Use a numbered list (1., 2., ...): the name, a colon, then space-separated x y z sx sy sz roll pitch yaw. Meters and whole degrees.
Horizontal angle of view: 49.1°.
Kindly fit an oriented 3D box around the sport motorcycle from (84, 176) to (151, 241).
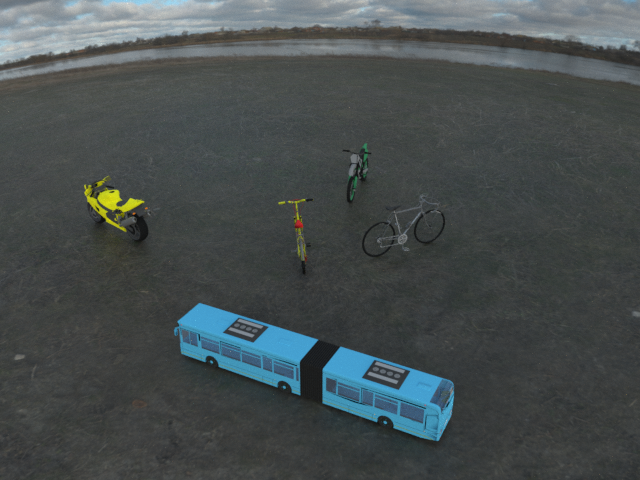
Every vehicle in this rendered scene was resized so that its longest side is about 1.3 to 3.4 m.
1. sport motorcycle: -3.351 -0.504 11.481 1.520 0.821 0.506 21 35 33

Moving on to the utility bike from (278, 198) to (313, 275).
1. utility bike: -0.351 -0.118 10.640 0.535 0.946 1.435 -2 29 -4

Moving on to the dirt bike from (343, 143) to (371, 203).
1. dirt bike: 0.708 -1.300 12.911 0.527 0.857 1.493 8 29 14

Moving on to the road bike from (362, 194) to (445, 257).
1. road bike: 1.330 -0.222 10.930 1.545 0.852 0.358 -14 31 -24

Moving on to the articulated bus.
1. articulated bus: -0.161 1.466 8.125 3.401 0.561 0.605 14 31 24
